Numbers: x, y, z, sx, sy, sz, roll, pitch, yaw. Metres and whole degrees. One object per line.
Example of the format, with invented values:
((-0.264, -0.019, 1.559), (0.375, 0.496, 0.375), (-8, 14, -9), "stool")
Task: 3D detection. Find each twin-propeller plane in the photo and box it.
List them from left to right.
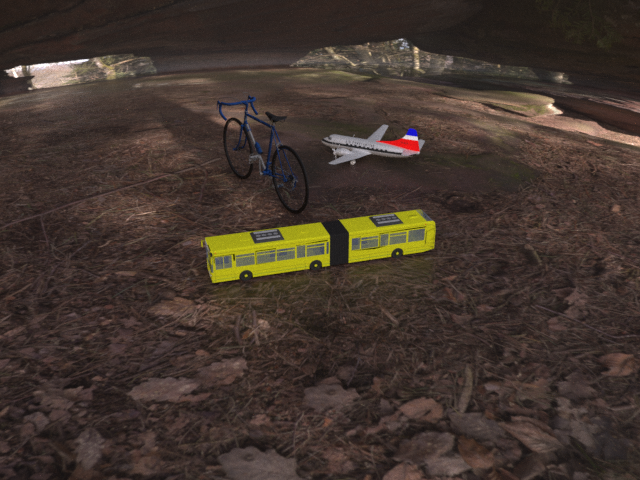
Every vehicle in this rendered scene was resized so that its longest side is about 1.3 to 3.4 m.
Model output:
((0.979, -1.955, 13.921), (2.129, 0.792, 2.663), (13, 30, 24), "twin-propeller plane")

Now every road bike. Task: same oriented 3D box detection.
((-1.014, -1.570, 12.204), (0.696, 1.656, 3.004), (-17, 31, -29), "road bike")

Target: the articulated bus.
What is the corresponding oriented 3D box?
((0.025, 0.067, 10.185), (3.401, 0.561, 0.605), (-8, 28, -15), "articulated bus")
